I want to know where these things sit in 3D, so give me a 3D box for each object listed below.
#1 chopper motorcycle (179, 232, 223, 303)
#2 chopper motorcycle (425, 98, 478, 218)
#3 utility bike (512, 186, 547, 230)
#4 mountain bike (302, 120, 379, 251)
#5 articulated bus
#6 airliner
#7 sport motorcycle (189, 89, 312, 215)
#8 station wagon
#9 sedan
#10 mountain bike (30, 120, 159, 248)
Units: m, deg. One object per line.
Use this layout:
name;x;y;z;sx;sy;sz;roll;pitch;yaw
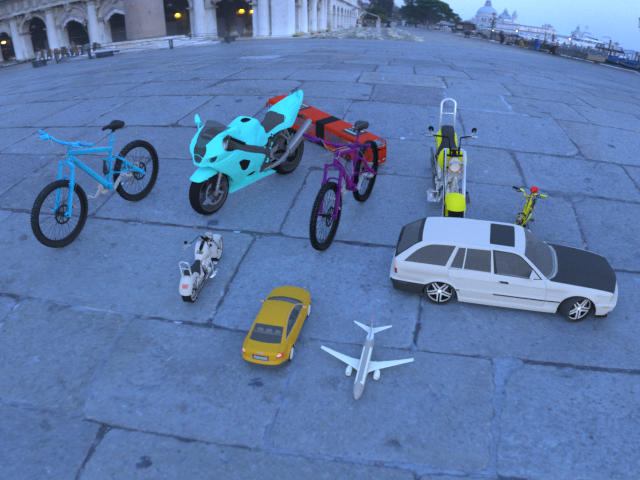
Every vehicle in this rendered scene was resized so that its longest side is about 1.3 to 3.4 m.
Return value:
chopper motorcycle;-1.699;0.260;10.113;0.466;0.761;1.563;5;31;8
chopper motorcycle;2.217;-1.247;11.926;0.906;1.480;3.040;3;31;4
utility bike;3.302;-0.446;11.111;0.535;0.946;1.435;15;34;24
mountain bike;0.443;-1.043;11.384;1.114;1.688;2.857;13;33;20
articulated bus;0.064;-2.316;14.601;0.605;0.561;3.401;-22;37;-32
airliner;0.552;1.399;8.536;1.161;0.429;1.307;6;32;10
sport motorcycle;-1.239;-1.585;12.377;0.983;1.596;2.955;21;37;31
station wagon;2.581;0.318;9.861;3.105;0.920;1.327;7;32;11
sedan;-0.537;1.033;9.093;0.635;0.483;1.613;7;32;11
mountain bike;-3.630;-1.067;11.424;1.114;1.688;2.857;15;34;24
